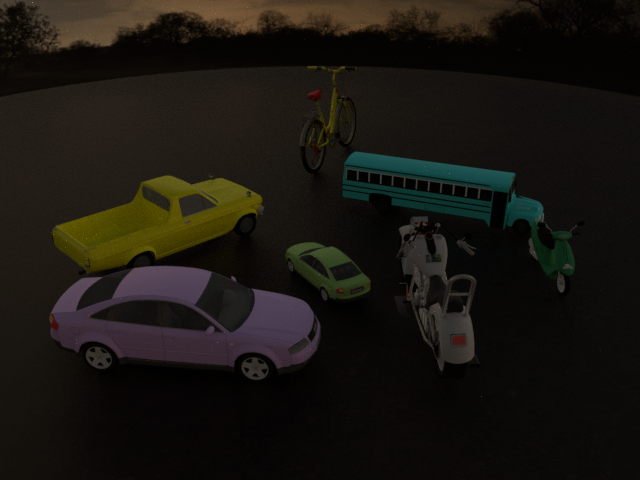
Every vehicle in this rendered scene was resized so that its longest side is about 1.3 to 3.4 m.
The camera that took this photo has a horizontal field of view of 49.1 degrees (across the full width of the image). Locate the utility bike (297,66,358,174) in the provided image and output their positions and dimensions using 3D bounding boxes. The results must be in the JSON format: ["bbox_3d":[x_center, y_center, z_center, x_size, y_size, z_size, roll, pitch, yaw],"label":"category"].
[{"bbox_3d":[0.094,-2.477,13.832,1.039,1.839,2.791,11,29,21],"label":"utility bike"}]

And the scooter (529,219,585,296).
[{"bbox_3d":[3.243,0.087,9.780,0.662,0.919,1.399,-2,27,-4],"label":"scooter"}]

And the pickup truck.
[{"bbox_3d":[-2.355,-0.349,10.559,3.117,0.993,1.244,-23,35,-38],"label":"pickup truck"}]

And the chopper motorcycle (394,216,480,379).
[{"bbox_3d":[1.345,0.397,8.544,0.906,1.480,3.040,-2,27,-4],"label":"chopper motorcycle"}]

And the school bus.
[{"bbox_3d":[2.029,-0.814,11.645,3.322,0.844,0.709,11,29,20],"label":"school bus"}]

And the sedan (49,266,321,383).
[{"bbox_3d":[-1.559,0.878,8.191,3.137,0.940,1.235,3,27,6],"label":"sedan"}]

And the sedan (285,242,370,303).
[{"bbox_3d":[0.075,0.361,9.720,0.635,0.483,1.613,-15,31,-28],"label":"sedan"}]
